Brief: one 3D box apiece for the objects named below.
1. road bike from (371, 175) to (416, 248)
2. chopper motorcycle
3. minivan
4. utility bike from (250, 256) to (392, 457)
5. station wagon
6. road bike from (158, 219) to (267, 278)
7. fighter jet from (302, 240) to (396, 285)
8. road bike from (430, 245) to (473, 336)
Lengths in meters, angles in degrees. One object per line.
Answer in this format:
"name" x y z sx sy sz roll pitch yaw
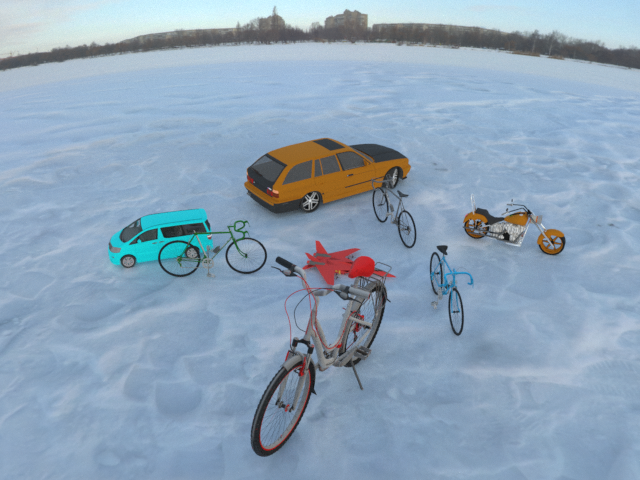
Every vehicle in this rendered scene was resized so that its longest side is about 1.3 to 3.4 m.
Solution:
"road bike" 1.170 -0.485 11.128 0.358 0.852 1.545 -10 29 -18
"chopper motorcycle" 2.987 -0.243 10.765 1.563 0.761 0.466 12 30 21
"minivan" -2.414 -0.051 10.558 1.548 0.616 0.681 -8 29 -14
"utility bike" 0.191 0.968 7.317 1.039 1.839 2.791 16 32 27
"station wagon" 0.210 -1.316 12.628 3.105 0.920 1.327 -17 32 -30
"road bike" -1.531 0.136 9.951 1.545 0.852 0.358 -2 28 -5
"fighter jet" 0.463 0.335 10.180 1.358 0.286 1.147 11 30 20
"road bike" 1.648 0.568 9.132 0.358 0.852 1.545 -3 28 -6
